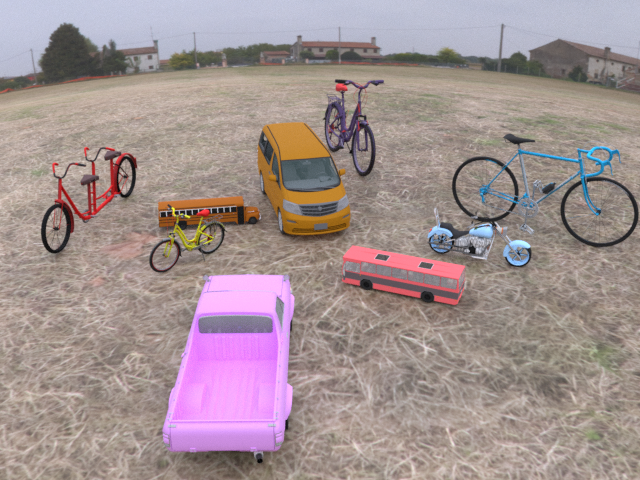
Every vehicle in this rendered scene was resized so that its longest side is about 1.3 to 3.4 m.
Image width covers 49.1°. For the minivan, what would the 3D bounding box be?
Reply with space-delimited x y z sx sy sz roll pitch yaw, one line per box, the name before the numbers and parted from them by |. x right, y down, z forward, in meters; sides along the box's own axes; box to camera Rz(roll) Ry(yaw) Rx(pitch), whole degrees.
minivan | -0.347 -1.126 12.330 1.324 1.197 3.011 -6 26 -12

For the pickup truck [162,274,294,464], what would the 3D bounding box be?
pickup truck | -0.915 1.169 7.795 1.244 0.993 3.117 0 26 -1

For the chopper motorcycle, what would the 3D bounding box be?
chopper motorcycle | 2.411 -0.042 10.580 1.563 0.761 0.466 8 27 17

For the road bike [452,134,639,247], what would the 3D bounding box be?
road bike | 3.559 -0.862 11.252 3.004 1.656 0.697 15 29 28

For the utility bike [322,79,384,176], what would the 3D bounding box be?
utility bike | 0.668 -2.508 14.464 1.039 1.839 2.791 -9 27 -18

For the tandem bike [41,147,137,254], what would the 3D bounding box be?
tandem bike | -3.815 -0.926 11.767 0.550 1.326 3.192 5 26 11

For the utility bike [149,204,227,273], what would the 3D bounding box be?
utility bike | -1.922 -0.074 10.434 0.535 0.946 1.435 23 34 39

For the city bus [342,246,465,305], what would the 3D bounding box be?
city bus | 1.156 0.500 9.799 1.674 0.460 0.476 10 28 21

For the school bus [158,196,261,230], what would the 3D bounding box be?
school bus | -1.864 -0.469 11.844 1.708 0.434 0.365 -5 26 -10
